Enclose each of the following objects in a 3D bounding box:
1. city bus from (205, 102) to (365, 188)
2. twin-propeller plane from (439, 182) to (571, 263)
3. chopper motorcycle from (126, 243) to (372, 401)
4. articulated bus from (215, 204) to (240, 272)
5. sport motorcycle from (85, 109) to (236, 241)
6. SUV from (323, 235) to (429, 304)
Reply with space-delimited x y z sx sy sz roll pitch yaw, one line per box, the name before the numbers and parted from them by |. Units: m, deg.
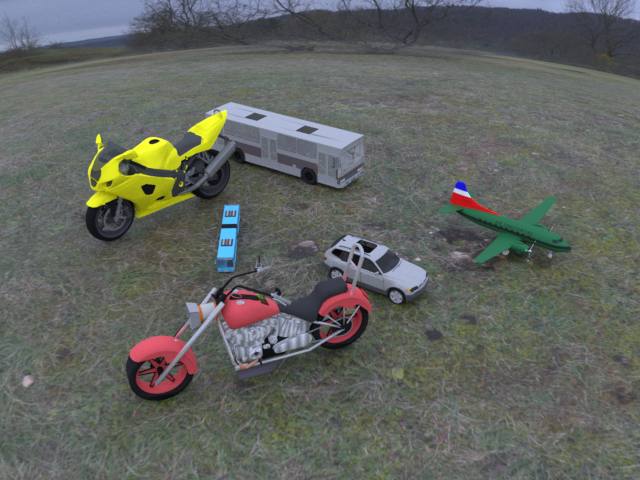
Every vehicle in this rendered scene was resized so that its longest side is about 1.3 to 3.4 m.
city bus | -0.732 -1.840 13.572 3.255 0.894 0.926 19 36 29
twin-propeller plane | 2.983 -0.313 11.097 2.129 0.792 2.663 23 38 33
chopper motorcycle | -0.788 0.953 8.288 3.040 1.480 0.906 -12 33 -19
articulated bus | -1.449 -0.059 11.162 0.311 0.289 1.749 -1 31 -2
sport motorcycle | -2.635 -1.107 11.648 0.983 1.596 2.955 25 39 35
SUV | 0.798 0.381 10.134 1.572 0.580 0.656 18 35 28
